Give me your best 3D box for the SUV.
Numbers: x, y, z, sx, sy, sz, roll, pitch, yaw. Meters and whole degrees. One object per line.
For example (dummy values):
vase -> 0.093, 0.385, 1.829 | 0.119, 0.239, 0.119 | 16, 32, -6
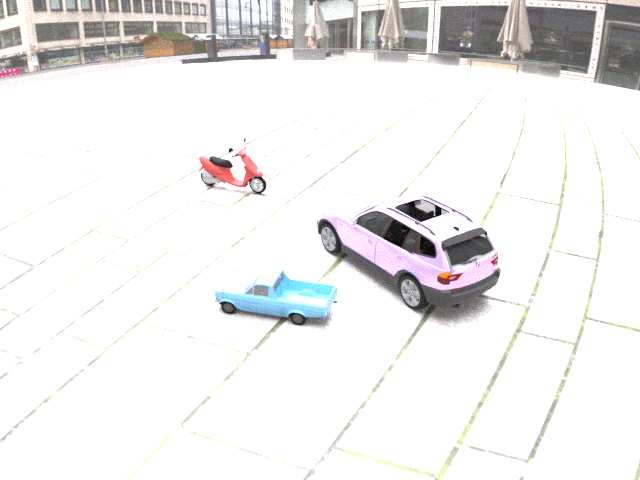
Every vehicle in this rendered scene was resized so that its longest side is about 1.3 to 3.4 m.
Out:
SUV -> 1.183, -0.079, 10.064 | 1.276, 1.128, 3.058 | -18, 32, -30

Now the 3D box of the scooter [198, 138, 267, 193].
scooter -> -1.619, -1.350, 12.715 | 1.399, 0.919, 0.662 | 10, 29, 18

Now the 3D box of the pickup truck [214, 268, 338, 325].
pickup truck -> -0.588, 0.693, 9.257 | 1.603, 0.511, 0.640 | 7, 29, 14
